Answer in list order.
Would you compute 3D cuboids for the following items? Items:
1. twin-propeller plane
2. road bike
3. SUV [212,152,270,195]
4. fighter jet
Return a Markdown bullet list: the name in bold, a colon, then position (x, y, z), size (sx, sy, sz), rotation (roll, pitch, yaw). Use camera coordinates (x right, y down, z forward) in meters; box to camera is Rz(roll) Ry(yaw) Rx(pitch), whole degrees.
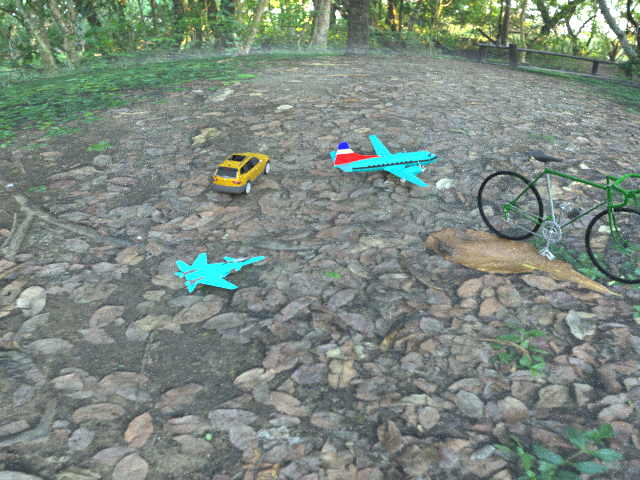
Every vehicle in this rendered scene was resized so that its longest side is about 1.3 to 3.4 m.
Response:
- **twin-propeller plane**: position (1.280, -1.575, 13.288), size (2.129, 0.792, 2.663), rotation (-8, 30, -15)
- **road bike**: position (3.647, -0.441, 10.342), size (3.004, 1.656, 0.696), rotation (25, 38, 37)
- **SUV**: position (-1.455, -1.343, 13.087), size (0.656, 0.580, 1.572), rotation (9, 30, 16)
- **fighter jet**: position (-1.411, 0.356, 10.316), size (1.358, 0.286, 1.147), rotation (-17, 33, -27)
